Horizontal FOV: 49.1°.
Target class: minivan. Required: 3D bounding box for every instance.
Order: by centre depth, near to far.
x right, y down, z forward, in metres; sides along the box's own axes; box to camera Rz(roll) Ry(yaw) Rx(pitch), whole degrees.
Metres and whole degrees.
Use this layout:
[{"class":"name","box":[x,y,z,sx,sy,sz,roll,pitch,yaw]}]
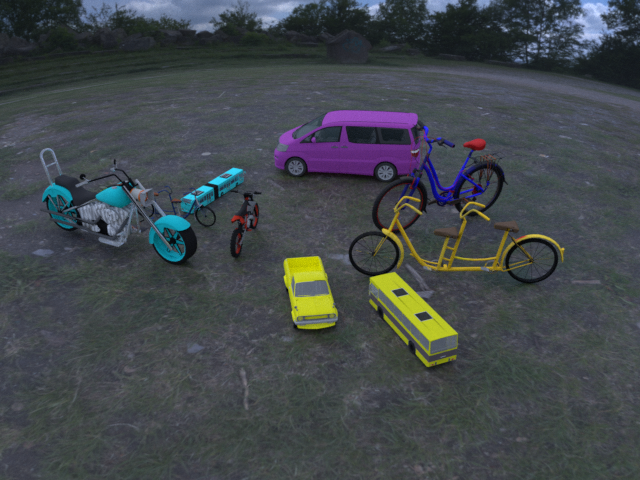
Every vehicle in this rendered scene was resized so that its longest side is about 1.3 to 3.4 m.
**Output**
[{"class":"minivan","box":[0.557,-2.000,14.385,3.011,1.197,1.324,4,28,8]}]

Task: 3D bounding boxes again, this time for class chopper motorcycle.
[{"class":"chopper motorcycle","box":[-3.333,-0.560,11.345,3.040,1.480,0.906,13,31,24]}]

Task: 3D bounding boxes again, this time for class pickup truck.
[{"class":"pickup truck","box":[-0.159,0.681,10.028,0.640,0.511,1.603,-4,28,-7]}]

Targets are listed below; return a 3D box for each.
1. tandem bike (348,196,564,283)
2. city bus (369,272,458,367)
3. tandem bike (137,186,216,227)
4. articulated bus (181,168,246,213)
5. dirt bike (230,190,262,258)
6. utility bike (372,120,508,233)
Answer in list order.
[{"class":"tandem bike","box":[2.023,0.026,10.397,3.192,1.326,0.550,2,28,4]},{"class":"city bus","box":[1.209,1.048,9.385,0.476,0.460,1.674,-11,30,-20]},{"class":"tandem bike","box":[-2.588,-0.623,12.322,1.642,0.682,0.283,9,29,16]},{"class":"articulated bus","box":[-2.025,-0.961,13.385,0.311,0.289,1.749,14,31,24]},{"class":"dirt bike","box":[-1.253,-0.355,11.624,0.527,0.857,1.493,5,28,10]},{"class":"utility bike","box":[2.176,-1.045,11.880,2.791,1.839,1.039,-12,30,-22]}]
